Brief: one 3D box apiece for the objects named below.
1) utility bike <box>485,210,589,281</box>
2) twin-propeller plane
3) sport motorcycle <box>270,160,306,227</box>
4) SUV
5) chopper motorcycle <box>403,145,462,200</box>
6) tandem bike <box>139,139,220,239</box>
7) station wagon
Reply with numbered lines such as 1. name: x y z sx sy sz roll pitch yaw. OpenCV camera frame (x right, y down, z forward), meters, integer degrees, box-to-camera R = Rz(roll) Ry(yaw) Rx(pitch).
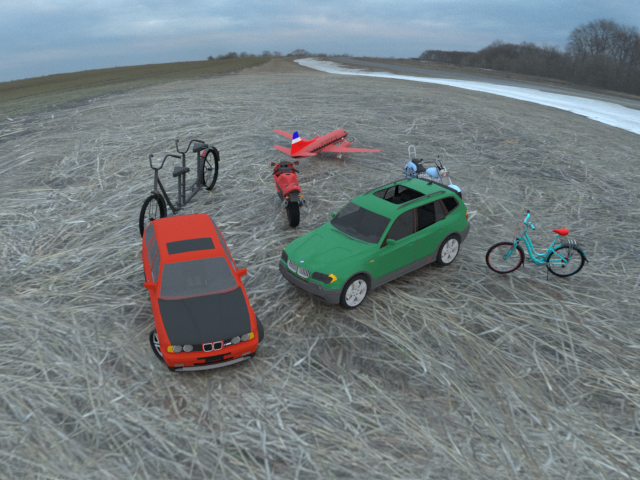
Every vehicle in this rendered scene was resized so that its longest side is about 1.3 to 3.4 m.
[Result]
1. utility bike: 3.078 0.119 9.821 1.435 0.946 0.535 3 26 6
2. twin-propeller plane: 0.006 -2.089 14.550 2.663 0.792 2.129 16 30 30
3. sport motorcycle: -0.533 -0.820 11.900 0.506 0.821 1.520 -5 26 -10
4. SUV: 0.842 -0.073 10.008 3.058 1.128 1.276 -20 32 -36
5. chopper motorcycle: 2.036 -1.153 12.655 0.466 0.761 1.563 -13 29 -25
6. tandem bike: -2.315 -1.069 11.835 0.550 1.326 3.192 6 27 13
7. station wagon: -1.633 0.504 9.057 1.327 0.920 3.105 -8 27 -15
